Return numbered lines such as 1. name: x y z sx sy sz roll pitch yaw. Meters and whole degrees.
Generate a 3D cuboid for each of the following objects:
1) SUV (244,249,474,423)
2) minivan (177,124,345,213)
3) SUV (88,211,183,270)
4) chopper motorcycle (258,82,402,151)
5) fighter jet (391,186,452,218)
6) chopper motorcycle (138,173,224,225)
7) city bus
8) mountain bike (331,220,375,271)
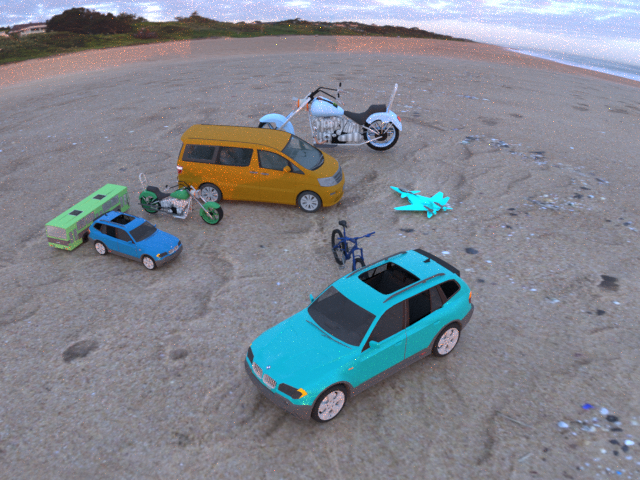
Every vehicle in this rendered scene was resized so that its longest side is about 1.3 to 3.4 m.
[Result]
1. SUV: 0.543 1.029 8.562 3.058 1.128 1.276 -21 36 -32
2. minivan: -1.050 -1.349 12.714 3.011 1.197 1.324 5 30 9
3. SUV: -2.921 -0.040 11.018 1.572 0.580 0.656 14 32 24
4. chopper motorcycle: 0.187 -2.544 14.547 3.040 1.480 0.906 2 29 3
5. fighter jet: 1.725 -0.816 12.696 1.147 0.286 1.358 -20 35 -31
6. chopper motorcycle: -2.409 -0.704 12.013 1.563 0.761 0.466 9 31 15
7. city bus: -3.858 -0.390 11.762 0.476 0.460 1.674 11 31 18
8. mountain bike: 0.433 0.185 10.326 0.573 0.868 1.469 -9 31 -16
